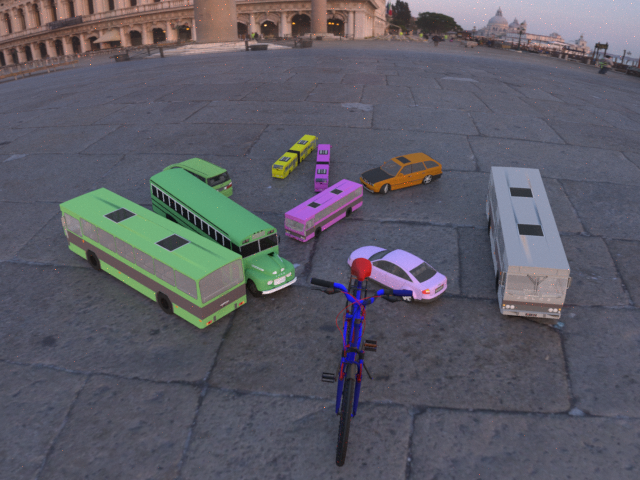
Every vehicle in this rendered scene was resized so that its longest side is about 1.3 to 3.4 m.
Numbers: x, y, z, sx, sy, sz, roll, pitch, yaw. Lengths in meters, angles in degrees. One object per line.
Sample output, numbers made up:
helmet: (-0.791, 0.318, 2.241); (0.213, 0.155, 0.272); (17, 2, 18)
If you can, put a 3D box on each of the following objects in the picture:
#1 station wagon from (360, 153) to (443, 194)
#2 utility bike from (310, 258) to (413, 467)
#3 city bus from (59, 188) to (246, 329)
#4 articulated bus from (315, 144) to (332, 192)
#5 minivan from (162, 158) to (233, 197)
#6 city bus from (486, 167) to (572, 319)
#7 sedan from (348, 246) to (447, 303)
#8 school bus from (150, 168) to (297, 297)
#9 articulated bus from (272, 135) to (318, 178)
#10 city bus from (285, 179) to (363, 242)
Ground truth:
station wagon: (1.530, -1.295, 13.238); (1.597, 0.473, 0.682); (-14, 33, -23)
utility bike: (0.453, 1.044, 7.815); (1.039, 1.839, 2.791); (3, 30, 5)
city bus: (-2.494, 0.216, 10.196); (3.255, 0.894, 0.926); (23, 37, 35)
articulated bus: (0.056, -1.421, 13.641); (0.311, 0.289, 1.749); (1, 30, 2)
minivan: (-2.299, -1.149, 12.842); (1.548, 0.616, 0.681); (25, 38, 36)
city bus: (3.064, -0.051, 10.659); (0.926, 0.894, 3.255); (4, 30, 7)
sedan: (1.107, 0.417, 10.259); (1.613, 0.483, 0.635); (26, 39, 37)
school bus: (-1.576, -0.187, 10.945); (0.709, 0.844, 3.322); (-22, 37, -33)
articulated bus: (-0.501, -1.698, 14.121); (0.311, 0.289, 1.749); (11, 32, 18)
city bus: (0.087, -0.501, 11.874); (0.476, 0.460, 1.674); (21, 36, 32)
